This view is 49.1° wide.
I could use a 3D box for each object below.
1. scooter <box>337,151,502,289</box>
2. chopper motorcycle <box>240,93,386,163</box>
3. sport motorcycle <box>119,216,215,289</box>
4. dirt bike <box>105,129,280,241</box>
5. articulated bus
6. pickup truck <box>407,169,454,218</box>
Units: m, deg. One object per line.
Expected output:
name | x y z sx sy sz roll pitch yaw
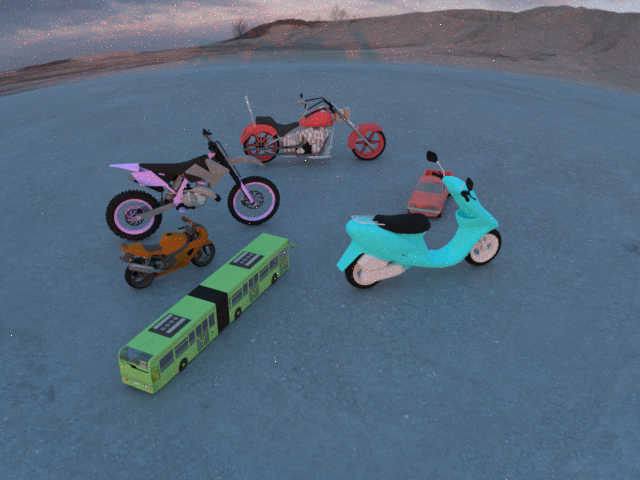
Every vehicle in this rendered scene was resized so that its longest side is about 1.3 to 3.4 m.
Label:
scooter | 1.547 -0.230 10.259 2.721 1.786 1.288 -10 30 -18
chopper motorcycle | -0.129 -2.299 14.417 3.040 1.480 0.906 -4 29 -8
sport motorcycle | -2.254 0.195 10.489 1.520 0.821 0.506 -20 34 -33
dirt bike | -2.092 -0.869 11.570 2.903 1.666 1.024 -7 29 -14
articulated bus | -1.409 0.855 9.539 0.605 0.561 3.401 13 31 23
pickup truck | 2.065 -0.930 12.899 0.640 0.511 1.603 9 30 17
